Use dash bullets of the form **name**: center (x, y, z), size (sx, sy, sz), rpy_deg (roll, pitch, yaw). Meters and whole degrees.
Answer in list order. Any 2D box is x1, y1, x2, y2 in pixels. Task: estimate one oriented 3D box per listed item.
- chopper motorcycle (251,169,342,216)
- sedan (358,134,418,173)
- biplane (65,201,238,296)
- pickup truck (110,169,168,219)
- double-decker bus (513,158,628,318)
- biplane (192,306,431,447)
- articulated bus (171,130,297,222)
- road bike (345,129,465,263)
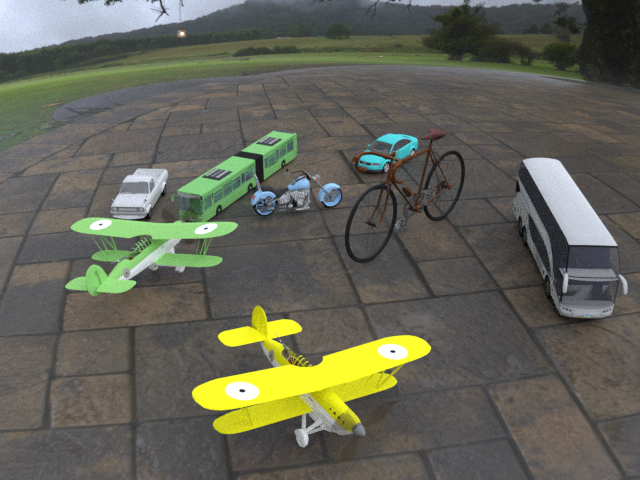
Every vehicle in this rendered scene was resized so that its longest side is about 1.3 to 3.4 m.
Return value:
- **chopper motorcycle**: center (-0.371, -0.807, 11.437), size (1.563, 0.761, 0.466), rpy_deg (-10, 29, -19)
- **sedan**: center (1.303, -1.730, 13.514), size (0.635, 0.483, 1.613), rpy_deg (20, 33, 33)
- **biplane**: center (-2.395, 0.199, 9.263), size (2.598, 0.981, 2.120), rpy_deg (11, 29, 20)
- **pickup truck**: center (-3.017, -0.843, 11.776), size (0.640, 0.511, 1.603), rpy_deg (1, 27, 2)
- **double-decker bus**: center (3.359, -0.105, 9.771), size (0.756, 1.052, 3.251), rpy_deg (1, 28, 3)
- **biplane**: center (-0.151, 1.349, 7.051), size (2.598, 0.981, 2.120), rpy_deg (-17, 32, -29)
- **articulated bus**: center (-1.373, -1.202, 12.412), size (0.605, 0.561, 3.401), rpy_deg (12, 30, 22)
- **road bike**: center (1.352, -0.759, 10.374), size (0.696, 1.656, 3.004), rpy_deg (23, 35, 37)
